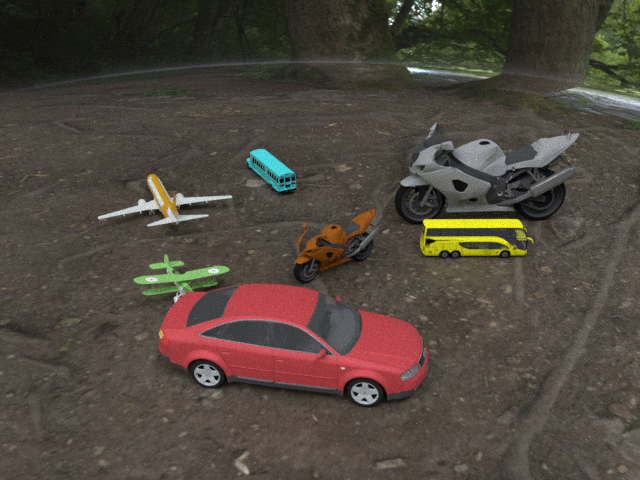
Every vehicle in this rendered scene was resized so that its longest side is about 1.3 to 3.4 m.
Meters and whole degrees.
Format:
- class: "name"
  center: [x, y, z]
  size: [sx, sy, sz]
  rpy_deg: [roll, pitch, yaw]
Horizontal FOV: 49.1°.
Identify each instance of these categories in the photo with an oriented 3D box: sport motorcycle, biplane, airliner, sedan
- class: "sport motorcycle"
  center: [2.708, -1.036, 11.519]
  size: [2.955, 1.596, 0.983]
  rpy_deg: [-2, 28, -5]
- class: "biplane"
  center: [-1.942, 0.532, 9.692]
  size: [1.336, 0.504, 1.090]
  rpy_deg: [-16, 32, -28]
- class: "sport motorcycle"
  center: [0.227, 0.079, 10.219]
  size: [1.520, 0.821, 0.506]
  rpy_deg: [-21, 34, -34]
- class: "airliner"
  center: [-2.693, -0.845, 11.976]
  size: [2.257, 0.835, 2.541]
  rpy_deg: [-11, 29, -20]
- class: "sedan"
  center: [-0.309, 1.099, 8.134]
  size: [3.137, 0.940, 1.235]
  rpy_deg: [5, 28, 9]

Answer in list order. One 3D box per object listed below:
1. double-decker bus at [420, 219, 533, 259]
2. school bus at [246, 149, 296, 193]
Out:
- class: "double-decker bus"
  center: [2.386, -0.029, 10.729]
  size: [1.672, 0.541, 0.389]
  rpy_deg: [0, 28, -1]
- class: "school bus"
  center: [-0.965, -1.351, 13.379]
  size: [0.365, 0.434, 1.708]
  rpy_deg: [-13, 30, -24]
